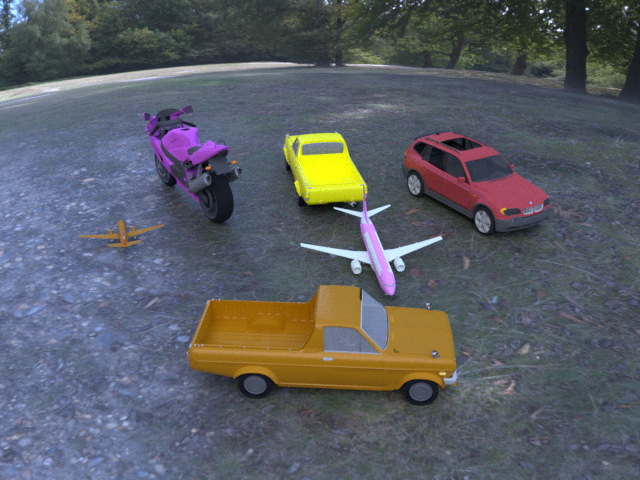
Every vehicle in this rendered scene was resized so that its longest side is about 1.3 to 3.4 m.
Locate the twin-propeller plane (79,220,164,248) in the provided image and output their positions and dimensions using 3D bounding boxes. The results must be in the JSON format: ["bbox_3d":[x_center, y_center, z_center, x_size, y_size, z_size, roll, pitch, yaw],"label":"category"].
[{"bbox_3d":[-3.226,-0.142,11.435,1.370,0.407,1.095,-8,28,-16],"label":"twin-propeller plane"}]

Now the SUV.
[{"bbox_3d":[2.729,-1.112,12.560,1.276,1.128,3.058,-15,30,-27],"label":"SUV"}]

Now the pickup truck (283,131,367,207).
[{"bbox_3d":[0.036,-1.472,13.425,1.244,0.993,3.117,-4,27,-8],"label":"pickup truck"}]

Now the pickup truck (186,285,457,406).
[{"bbox_3d":[0.052,1.137,8.242,3.117,0.993,1.244,2,27,3],"label":"pickup truck"}]

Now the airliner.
[{"bbox_3d":[0.851,-0.020,10.716,2.257,0.835,2.541,-3,27,-6],"label":"airliner"}]

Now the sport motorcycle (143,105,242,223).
[{"bbox_3d":[-2.358,-1.411,12.633,0.983,1.596,2.955,-17,32,-31],"label":"sport motorcycle"}]
